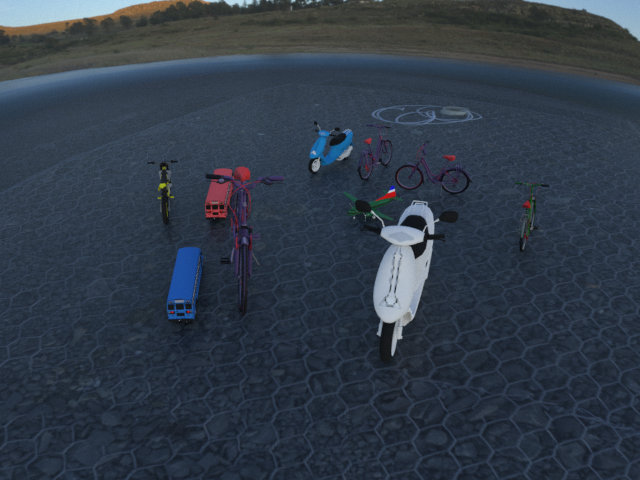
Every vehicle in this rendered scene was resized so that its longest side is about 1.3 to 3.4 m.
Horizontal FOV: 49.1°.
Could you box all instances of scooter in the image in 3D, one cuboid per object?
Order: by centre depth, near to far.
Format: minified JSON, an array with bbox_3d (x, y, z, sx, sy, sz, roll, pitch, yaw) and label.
[{"bbox_3d":[1.136,0.219,9.264,1.288,1.786,2.721,8,30,14],"label":"scooter"},{"bbox_3d":[0.232,-1.936,14.118,0.662,0.919,1.399,22,35,34],"label":"scooter"}]

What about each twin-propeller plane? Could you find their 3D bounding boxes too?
[{"bbox_3d":[0.916,-0.656,12.307,1.095,0.407,1.370,-19,34,-30],"label":"twin-propeller plane"}]

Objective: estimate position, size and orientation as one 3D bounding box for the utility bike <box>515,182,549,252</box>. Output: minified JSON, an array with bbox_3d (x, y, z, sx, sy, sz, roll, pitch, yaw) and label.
[{"bbox_3d":[3.342,-0.437,11.344,0.535,0.946,1.435,12,31,21],"label":"utility bike"}]

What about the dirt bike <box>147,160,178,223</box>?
[{"bbox_3d":[-2.737,-0.931,12.341,0.527,0.857,1.493,-4,29,-7],"label":"dirt bike"}]

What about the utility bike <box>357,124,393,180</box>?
[{"bbox_3d":[1.052,-1.780,13.804,0.535,0.946,1.435,17,33,28],"label":"utility bike"}]

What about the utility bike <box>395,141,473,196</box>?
[{"bbox_3d":[2.100,-1.281,12.890,1.435,0.946,0.535,6,29,11],"label":"utility bike"}]

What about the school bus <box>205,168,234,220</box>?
[{"bbox_3d":[-1.799,-0.874,12.678,0.365,0.434,1.708,-1,29,-1],"label":"school bus"}]

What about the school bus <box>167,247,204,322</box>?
[{"bbox_3d":[-1.911,0.567,10.037,0.365,0.434,1.708,-2,29,-3],"label":"school bus"}]

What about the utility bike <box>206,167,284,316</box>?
[{"bbox_3d":[-1.051,-0.260,10.087,1.039,1.839,2.791,-4,29,-6],"label":"utility bike"}]
